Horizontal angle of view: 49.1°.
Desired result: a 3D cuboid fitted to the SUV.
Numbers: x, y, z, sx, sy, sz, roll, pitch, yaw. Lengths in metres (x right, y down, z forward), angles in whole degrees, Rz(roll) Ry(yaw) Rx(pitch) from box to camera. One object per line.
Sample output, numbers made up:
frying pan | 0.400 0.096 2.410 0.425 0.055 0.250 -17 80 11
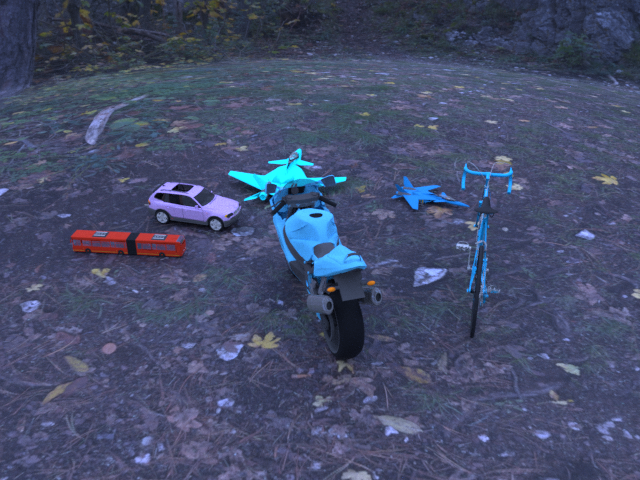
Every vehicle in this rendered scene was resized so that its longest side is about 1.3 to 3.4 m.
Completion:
SUV | -2.097 -0.597 11.682 1.572 0.580 0.656 8 29 14

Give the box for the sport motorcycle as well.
sport motorcycle | -0.033 0.238 9.012 0.983 1.596 2.955 -8 29 -15

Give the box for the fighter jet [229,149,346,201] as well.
fighter jet | -0.591 -1.423 13.272 2.229 0.557 2.640 4 28 7

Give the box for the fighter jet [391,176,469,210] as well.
fighter jet | 2.003 -0.805 12.391 1.358 0.286 1.147 14 31 25

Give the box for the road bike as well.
road bike | 2.161 0.004 9.391 0.696 1.656 3.004 6 28 12

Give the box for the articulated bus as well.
articulated bus | -2.951 0.051 10.766 1.749 0.289 0.311 3 28 5
